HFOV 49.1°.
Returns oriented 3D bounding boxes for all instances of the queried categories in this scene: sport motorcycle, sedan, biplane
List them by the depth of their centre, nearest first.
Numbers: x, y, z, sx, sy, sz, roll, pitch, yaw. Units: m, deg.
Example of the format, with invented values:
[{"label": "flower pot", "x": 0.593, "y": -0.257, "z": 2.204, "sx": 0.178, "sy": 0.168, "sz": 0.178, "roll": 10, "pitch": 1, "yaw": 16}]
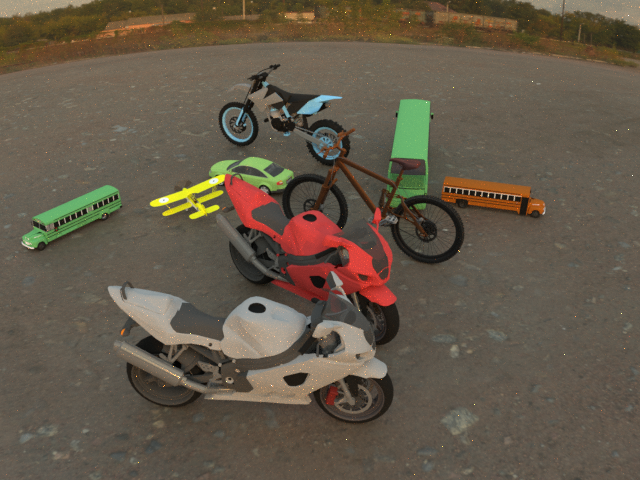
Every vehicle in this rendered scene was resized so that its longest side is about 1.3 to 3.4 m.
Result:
[{"label": "sport motorcycle", "x": -0.693, "y": 1.186, "z": 7.306, "sx": 2.955, "sy": 1.596, "sz": 0.983, "roll": 4, "pitch": 31, "yaw": 7}, {"label": "sport motorcycle", "x": -0.174, "y": 0.212, "z": 8.972, "sx": 2.955, "sy": 1.596, "sz": 0.983, "roll": 25, "pitch": 38, "yaw": 35}, {"label": "biplane", "x": -2.074, "y": -0.621, "z": 11.478, "sx": 1.336, "sy": 0.504, "sz": 1.090, "roll": -16, "pitch": 34, "yaw": -25}, {"label": "sedan", "x": -1.242, "y": -1.207, "z": 12.499, "sx": 1.613, "sy": 0.483, "sz": 0.635, "roll": 14, "pitch": 33, "yaw": 22}]

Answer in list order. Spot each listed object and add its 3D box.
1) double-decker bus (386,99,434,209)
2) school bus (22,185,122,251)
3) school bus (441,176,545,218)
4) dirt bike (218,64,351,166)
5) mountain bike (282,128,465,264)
[{"label": "double-decker bus", "x": 1.653, "y": -1.654, "z": 12.700, "sx": 0.756, "sy": 1.052, "sz": 3.251, "roll": 4, "pitch": 31, "yaw": 8}, {"label": "school bus", "x": -3.935, "y": -0.364, "z": 11.107, "sx": 0.365, "sy": 0.434, "sz": 1.708, "roll": 20, "pitch": 36, "yaw": 31}, {"label": "school bus", "x": 2.907, "y": -0.730, "z": 11.733, "sx": 1.708, "sy": 0.434, "sz": 0.365, "roll": 9, "pitch": 31, "yaw": 15}, {"label": "dirt bike", "x": -0.744, "y": -2.379, "z": 13.333, "sx": 2.903, "sy": 1.666, "sz": 1.024, "roll": 15, "pitch": 33, "yaw": 23}, {"label": "mountain bike", "x": 0.732, "y": -0.587, "z": 10.246, "sx": 2.857, "sy": 1.688, "sz": 1.114, "roll": 12, "pitch": 33, "yaw": 20}]
